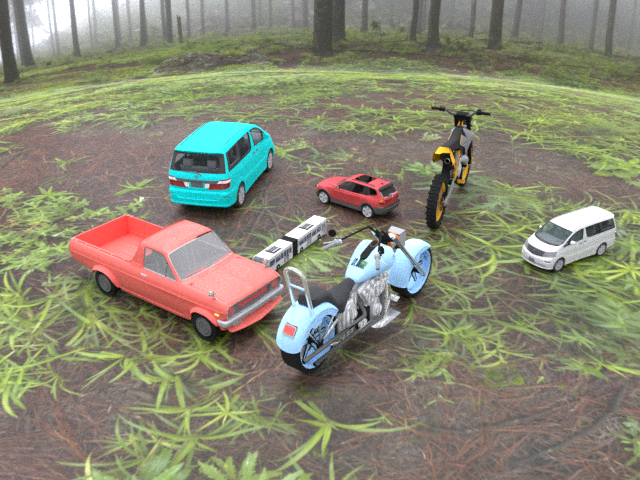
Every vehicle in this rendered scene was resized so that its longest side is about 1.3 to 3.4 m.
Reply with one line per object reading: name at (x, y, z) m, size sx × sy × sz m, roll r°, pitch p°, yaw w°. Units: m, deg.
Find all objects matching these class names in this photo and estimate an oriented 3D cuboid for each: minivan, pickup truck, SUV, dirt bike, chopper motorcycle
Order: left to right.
pickup truck at (-2.005, 0.308, 9.476) m, size 3.117 × 0.993 × 1.244 m, roll 18°, pitch 31°, yaw 31°
minivan at (-1.742, -1.562, 13.002) m, size 1.324 × 1.197 × 3.011 m, roll 6°, pitch 27°, yaw 11°
SUV at (0.649, -0.865, 12.293) m, size 1.572 × 0.580 × 0.656 m, roll 21°, pitch 33°, yaw 35°
chopper motorcycle at (0.554, 0.474, 8.596) m, size 0.906 × 1.480 × 3.040 m, roll 19°, pitch 32°, yaw 33°
dirt bike at (2.295, -1.383, 12.115) m, size 1.024 × 1.666 × 2.903 m, roll 11°, pitch 28°, yaw 20°
minivan at (3.773, -0.037, 10.592) m, size 1.548 × 0.616 × 0.681 m, roll -15°, pitch 30°, yaw -28°

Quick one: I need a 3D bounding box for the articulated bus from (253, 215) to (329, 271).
articulated bus at (-0.428, 0.063, 10.757) m, size 0.311 × 0.289 × 1.749 m, roll 15°, pitch 30°, yaw 27°
